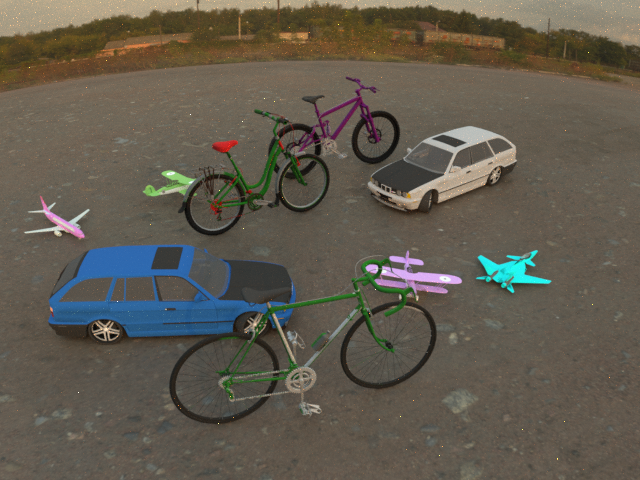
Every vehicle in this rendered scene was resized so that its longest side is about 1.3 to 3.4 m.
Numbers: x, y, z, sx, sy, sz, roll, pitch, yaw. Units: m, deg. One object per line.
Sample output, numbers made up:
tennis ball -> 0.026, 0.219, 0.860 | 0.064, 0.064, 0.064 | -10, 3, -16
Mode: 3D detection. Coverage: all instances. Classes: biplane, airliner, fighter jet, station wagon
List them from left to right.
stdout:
airliner -> -4.237, -0.357, 11.476 | 1.307, 0.429, 1.161 | 23, 36, 36
biplane -> -2.612, -0.945, 12.503 | 1.090, 0.504, 1.336 | -20, 34, -32
station wagon -> -1.871, 0.619, 9.116 | 3.105, 0.920, 1.327 | -1, 28, -3
biplane -> 1.273, 0.514, 9.757 | 1.336, 0.504, 1.090 | 0, 28, 0
station wagon -> 2.291, -1.391, 12.898 | 3.105, 0.920, 1.327 | -21, 35, -34
fighter jet -> 2.919, 0.326, 10.344 | 1.147, 0.286, 1.358 | 22, 35, 36

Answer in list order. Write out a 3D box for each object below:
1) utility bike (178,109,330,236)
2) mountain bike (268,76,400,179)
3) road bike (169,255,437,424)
utility bike -> -1.082, -1.151, 11.470 | 2.791, 1.839, 1.039 | -16, 32, -27
mountain bike -> 0.324, -2.123, 13.459 | 2.857, 1.688, 1.114 | -13, 31, -23
road bike -> -0.105, 1.098, 7.431 | 3.004, 1.656, 0.697 | -9, 29, -16
